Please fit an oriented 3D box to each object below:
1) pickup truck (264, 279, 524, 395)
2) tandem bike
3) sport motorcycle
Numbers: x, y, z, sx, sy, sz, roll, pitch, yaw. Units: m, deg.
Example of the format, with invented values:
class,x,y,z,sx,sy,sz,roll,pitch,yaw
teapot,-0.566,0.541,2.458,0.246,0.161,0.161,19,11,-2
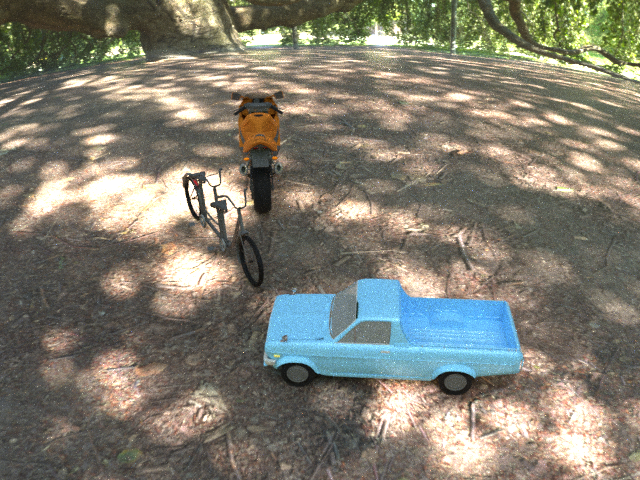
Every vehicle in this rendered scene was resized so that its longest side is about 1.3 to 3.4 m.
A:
class,x,y,z,sx,sy,sz,roll,pitch,yaw
pickup truck,0.865,1.093,8.596,3.117,0.993,1.244,2,30,4
tandem bike,-1.589,-0.453,10.931,0.550,1.326,3.192,-16,34,-25
sport motorcycle,-1.098,-1.697,12.804,0.983,1.596,2.955,-3,30,-5
